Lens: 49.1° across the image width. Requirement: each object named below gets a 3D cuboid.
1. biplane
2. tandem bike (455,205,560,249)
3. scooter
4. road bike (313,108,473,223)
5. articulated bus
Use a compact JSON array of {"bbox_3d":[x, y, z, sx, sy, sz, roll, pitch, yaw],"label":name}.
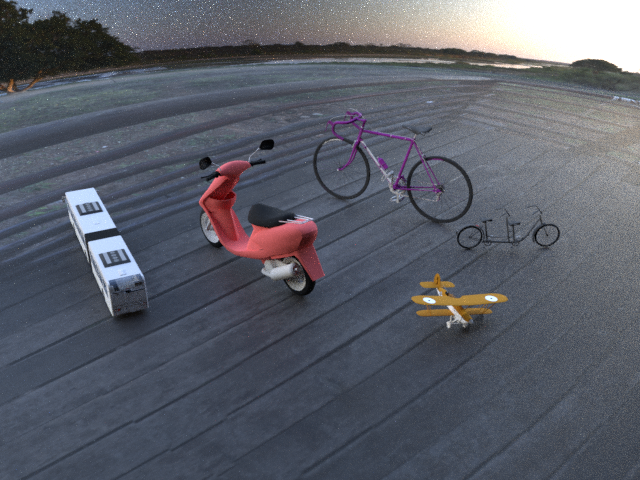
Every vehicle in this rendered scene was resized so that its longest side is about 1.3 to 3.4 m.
[{"bbox_3d":[1.720,0.797,9.009,1.336,0.504,1.090,-8,28,-16],"label":"biplane"},{"bbox_3d":[2.886,-0.182,10.721,1.642,0.682,0.283,-1,27,-3],"label":"tandem bike"},{"bbox_3d":[-0.932,-0.368,9.876,1.288,1.786,2.721,-23,35,-37],"label":"scooter"},{"bbox_3d":[1.157,-1.258,11.752,3.004,1.656,0.697,16,31,28],"label":"road bike"},{"bbox_3d":[-3.221,0.067,10.369,0.605,0.561,3.401,-13,30,-24],"label":"articulated bus"}]
